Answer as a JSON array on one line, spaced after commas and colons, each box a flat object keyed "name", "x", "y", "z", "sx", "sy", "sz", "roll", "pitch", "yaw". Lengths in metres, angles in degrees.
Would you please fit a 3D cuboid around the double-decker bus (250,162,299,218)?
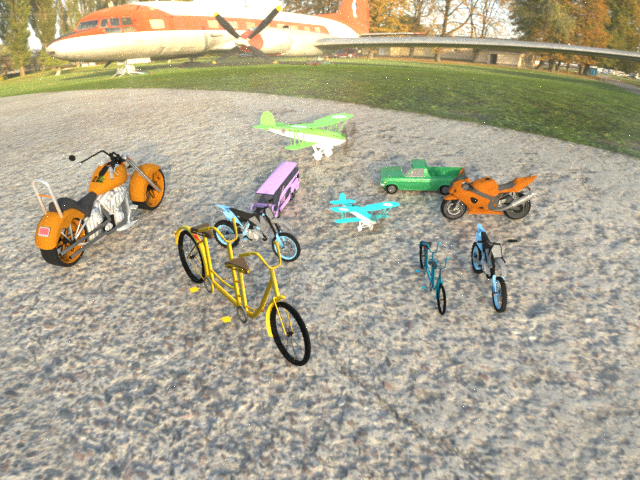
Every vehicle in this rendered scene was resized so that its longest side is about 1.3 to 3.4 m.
[{"name": "double-decker bus", "x": -0.735, "y": -0.816, "z": 11.973, "sx": 0.389, "sy": 0.541, "sz": 1.672, "roll": 6, "pitch": 27, "yaw": 13}]

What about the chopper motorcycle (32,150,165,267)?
[{"name": "chopper motorcycle", "x": -3.281, "y": -0.724, "z": 10.746, "sx": 0.906, "sy": 1.480, "sz": 3.040, "roll": 9, "pitch": 28, "yaw": 17}]

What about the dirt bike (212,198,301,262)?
[{"name": "dirt bike", "x": -0.953, "y": -0.163, "z": 10.326, "sx": 1.493, "sy": 0.857, "sz": 0.527, "roll": 12, "pitch": 29, "yaw": 23}]

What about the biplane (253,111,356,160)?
[{"name": "biplane", "x": -0.288, "y": -2.196, "z": 14.227, "sx": 2.120, "sy": 0.981, "sz": 2.598, "roll": 13, "pitch": 30, "yaw": 25}]

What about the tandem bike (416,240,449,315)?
[{"name": "tandem bike", "x": 1.522, "y": 0.365, "z": 9.471, "sx": 0.283, "sy": 0.682, "sz": 1.642, "roll": -2, "pitch": 27, "yaw": -3}]

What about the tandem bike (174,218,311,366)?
[{"name": "tandem bike", "x": -1.069, "y": 0.394, "z": 8.697, "sx": 0.550, "sy": 1.326, "sz": 3.192, "roll": -19, "pitch": 32, "yaw": -33}]

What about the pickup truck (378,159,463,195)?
[{"name": "pickup truck", "x": 1.861, "y": -1.169, "z": 12.710, "sx": 1.603, "sy": 0.511, "sz": 0.640, "roll": 1, "pitch": 27, "yaw": 2}]

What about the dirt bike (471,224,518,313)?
[{"name": "dirt bike", "x": 2.285, "y": 0.306, "z": 9.393, "sx": 0.527, "sy": 0.857, "sz": 1.493, "roll": -2, "pitch": 27, "yaw": -3}]

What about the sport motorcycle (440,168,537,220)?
[{"name": "sport motorcycle", "x": 2.745, "y": -0.715, "z": 11.461, "sx": 1.520, "sy": 0.821, "sz": 0.506, "roll": 0, "pitch": 27, "yaw": 0}]

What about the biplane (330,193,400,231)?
[{"name": "biplane", "x": 0.641, "y": -0.465, "z": 11.316, "sx": 1.336, "sy": 0.504, "sz": 1.090, "roll": -17, "pitch": 31, "yaw": -30}]
